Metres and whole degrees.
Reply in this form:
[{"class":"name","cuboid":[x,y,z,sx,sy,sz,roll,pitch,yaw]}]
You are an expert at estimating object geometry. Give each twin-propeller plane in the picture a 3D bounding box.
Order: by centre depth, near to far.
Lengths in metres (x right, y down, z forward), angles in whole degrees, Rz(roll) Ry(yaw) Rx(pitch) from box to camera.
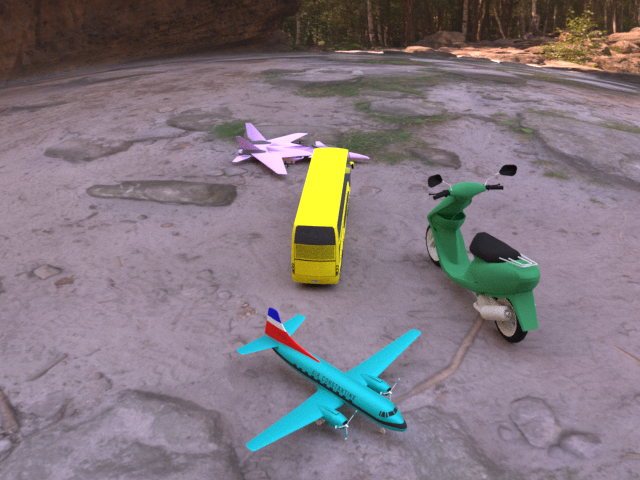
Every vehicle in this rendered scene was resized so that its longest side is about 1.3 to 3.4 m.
[{"class":"twin-propeller plane","cuboid":[0.109,1.425,7.615,2.129,0.792,2.663,25,37,38]}]

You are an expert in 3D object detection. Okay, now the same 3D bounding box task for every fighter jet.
[{"class":"fighter jet","cuboid":[-0.323,-1.859,13.886,2.640,0.557,2.229,4,29,8]}]

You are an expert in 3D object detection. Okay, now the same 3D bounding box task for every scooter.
[{"class":"scooter","cuboid":[2.062,0.027,9.141,1.288,1.786,2.721,-9,30,-16]}]

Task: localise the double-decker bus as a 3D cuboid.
[{"class":"double-decker bus","cuboid":[0.075,-0.503,10.880,0.756,1.052,3.251,2,29,5]}]
